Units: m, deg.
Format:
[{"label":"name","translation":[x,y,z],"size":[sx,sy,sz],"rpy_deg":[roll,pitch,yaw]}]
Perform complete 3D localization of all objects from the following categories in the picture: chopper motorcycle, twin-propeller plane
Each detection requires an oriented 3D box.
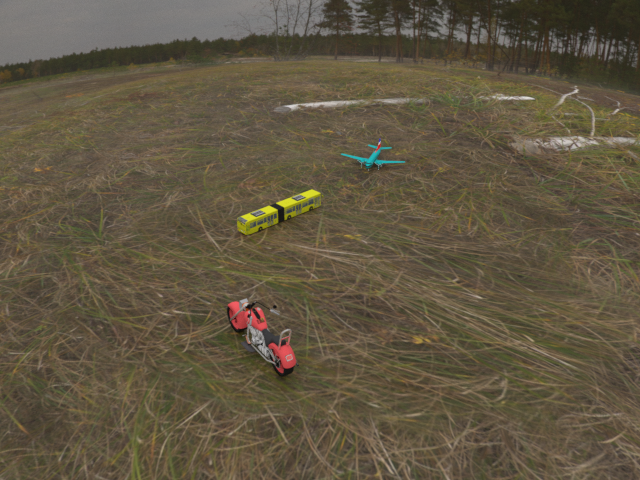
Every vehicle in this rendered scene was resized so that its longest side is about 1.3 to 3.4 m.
[{"label":"chopper motorcycle","translation":[-0.777,1.105,8.862],"size":[0.466,0.761,1.563],"rpy_deg":[-18,33,-29]},{"label":"twin-propeller plane","translation":[1.120,-1.766,14.528],"size":[1.370,0.407,1.095],"rpy_deg":[9,30,17]}]

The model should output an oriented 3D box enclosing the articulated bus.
[{"label":"articulated bus","translation":[-0.684,-0.502,12.322],"size":[1.749,0.289,0.311],"rpy_deg":[-24,37,-37]}]
